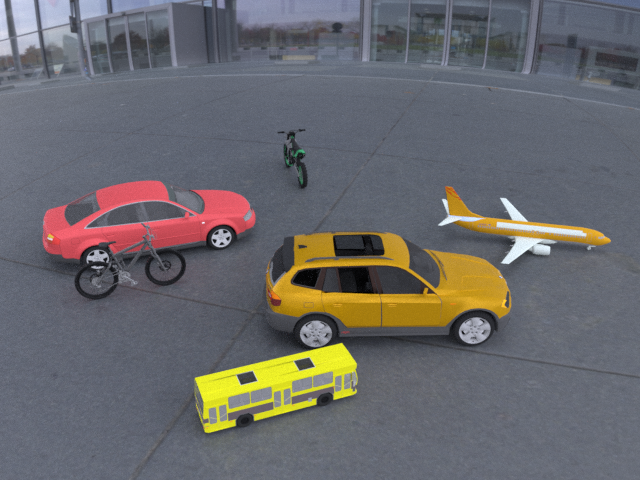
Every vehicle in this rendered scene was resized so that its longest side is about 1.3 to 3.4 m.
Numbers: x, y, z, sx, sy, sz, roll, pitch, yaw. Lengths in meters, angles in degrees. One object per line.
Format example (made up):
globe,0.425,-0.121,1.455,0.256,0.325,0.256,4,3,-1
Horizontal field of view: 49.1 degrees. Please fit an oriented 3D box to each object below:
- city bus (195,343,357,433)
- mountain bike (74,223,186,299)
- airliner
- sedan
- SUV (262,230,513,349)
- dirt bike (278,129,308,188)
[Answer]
city bus,-0.449,1.561,7.377,1.674,0.460,0.476,-10,29,-19
mountain bike,-2.523,0.315,9.314,1.469,0.868,0.573,-11,30,-20
airliner,3.091,-0.319,10.561,2.541,0.835,2.257,6,28,11
sedan,-2.528,-0.358,10.522,3.137,0.940,1.235,-10,29,-18
SUV,0.817,0.529,8.626,3.058,1.128,1.276,-1,28,-2
dirt bike,-0.475,-1.567,12.917,0.527,0.857,1.493,-8,29,-15
